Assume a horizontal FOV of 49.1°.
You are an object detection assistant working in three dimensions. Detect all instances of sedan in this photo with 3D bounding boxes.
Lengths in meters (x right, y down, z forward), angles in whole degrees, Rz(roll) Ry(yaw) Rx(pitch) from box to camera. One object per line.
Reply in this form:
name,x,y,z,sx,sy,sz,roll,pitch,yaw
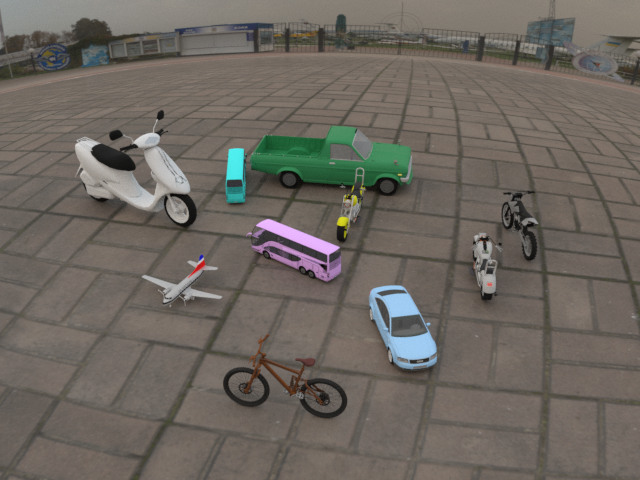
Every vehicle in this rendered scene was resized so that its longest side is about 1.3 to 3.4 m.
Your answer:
sedan,1.084,1.097,9.278,0.635,0.483,1.613,-5,30,-9

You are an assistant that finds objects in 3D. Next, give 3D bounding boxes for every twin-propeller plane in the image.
twin-propeller plane,-1.973,0.607,10.218,1.370,0.407,1.095,13,32,21

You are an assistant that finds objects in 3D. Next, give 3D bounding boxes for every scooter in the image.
scooter,-3.280,-1.278,12.140,2.721,1.786,1.288,16,33,26

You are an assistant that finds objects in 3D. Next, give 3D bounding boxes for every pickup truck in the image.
pickup truck,0.252,-1.628,13.560,3.117,0.993,1.244,5,30,9

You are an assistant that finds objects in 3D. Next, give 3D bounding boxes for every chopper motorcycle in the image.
chopper motorcycle,2.452,0.263,10.465,0.466,0.761,1.563,3,30,5
chopper motorcycle,0.531,-0.620,12.020,0.466,0.761,1.563,8,30,13

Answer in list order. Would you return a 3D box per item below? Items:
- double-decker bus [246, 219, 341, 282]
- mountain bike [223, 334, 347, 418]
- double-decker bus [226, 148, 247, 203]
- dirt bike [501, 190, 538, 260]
double-decker bus,-0.411,0.135,10.914,1.672,0.541,0.389,22,36,33
mountain bike,-0.410,1.618,7.970,1.469,0.868,0.573,6,30,10
double-decker bus,-1.598,-1.260,13.370,0.389,0.541,1.672,-2,30,-4
dirt bike,3.249,-0.331,11.414,0.527,0.857,1.493,-3,30,-5
